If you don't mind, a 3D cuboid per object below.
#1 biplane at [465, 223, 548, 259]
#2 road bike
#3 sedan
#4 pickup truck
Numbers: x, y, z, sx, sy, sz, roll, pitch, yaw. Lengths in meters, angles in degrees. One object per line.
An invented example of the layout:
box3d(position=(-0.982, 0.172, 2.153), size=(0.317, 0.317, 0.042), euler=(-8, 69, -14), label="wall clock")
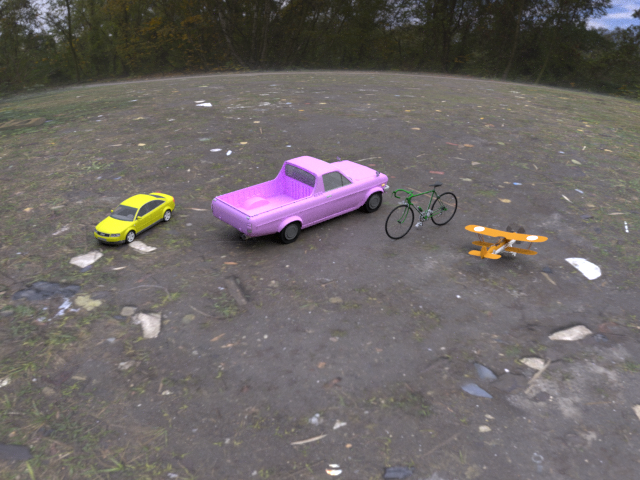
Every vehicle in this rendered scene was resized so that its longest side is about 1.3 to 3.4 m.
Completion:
box3d(position=(2.696, 0.078, 10.587), size=(1.336, 0.504, 1.090), euler=(22, 34, 37), label="biplane")
box3d(position=(1.675, -0.517, 11.395), size=(1.545, 0.852, 0.358), euler=(-16, 31, -30), label="road bike")
box3d(position=(-3.063, -0.418, 11.611), size=(0.635, 0.483, 1.613), euler=(13, 29, 24), label="sedan")
box3d(position=(-0.263, -0.806, 11.819), size=(3.117, 0.993, 1.244), euler=(-21, 33, -36), label="pickup truck")
